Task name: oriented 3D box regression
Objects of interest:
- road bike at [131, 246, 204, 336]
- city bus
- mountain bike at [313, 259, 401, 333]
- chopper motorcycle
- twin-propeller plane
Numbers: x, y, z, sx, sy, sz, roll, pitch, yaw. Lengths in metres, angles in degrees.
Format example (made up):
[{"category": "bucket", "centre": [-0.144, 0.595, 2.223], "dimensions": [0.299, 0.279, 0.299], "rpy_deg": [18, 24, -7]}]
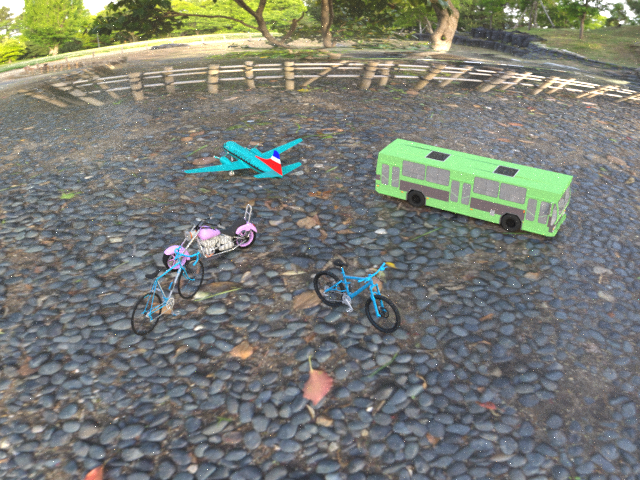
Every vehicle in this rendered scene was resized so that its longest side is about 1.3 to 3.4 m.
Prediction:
[{"category": "road bike", "centre": [-2.059, 0.656, 9.539], "dimensions": [0.358, 0.852, 1.545], "rpy_deg": [15, 34, 24]}, {"category": "city bus", "centre": [2.600, -0.920, 12.186], "dimensions": [3.255, 0.894, 0.926], "rpy_deg": [17, 34, 26]}, {"category": "mountain bike", "centre": [0.478, 0.700, 9.447], "dimensions": [1.469, 0.868, 0.573], "rpy_deg": [23, 37, 34]}, {"category": "chopper motorcycle", "centre": [-1.693, -0.035, 10.808], "dimensions": [1.563, 0.761, 0.466], "rpy_deg": [-18, 35, -27]}, {"category": "twin-propeller plane", "centre": [-1.326, -1.636, 13.509], "dimensions": [2.663, 0.792, 2.129], "rpy_deg": [-21, 36, -31]}]
